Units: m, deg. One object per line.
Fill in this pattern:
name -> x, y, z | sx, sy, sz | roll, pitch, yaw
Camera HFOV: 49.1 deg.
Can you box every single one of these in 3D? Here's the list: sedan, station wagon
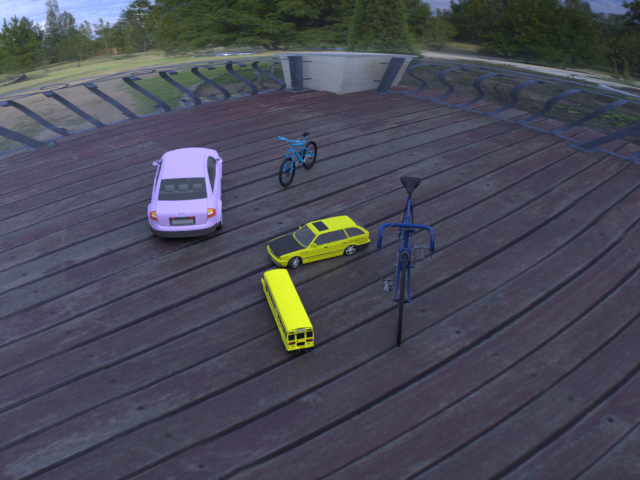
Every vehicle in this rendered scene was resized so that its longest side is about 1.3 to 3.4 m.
sedan -> -2.310, -1.027, 12.202 | 1.235, 0.940, 3.137 | -3, 30, -6
station wagon -> -0.029, -0.007, 10.883 | 1.597, 0.473, 0.682 | -13, 32, -21

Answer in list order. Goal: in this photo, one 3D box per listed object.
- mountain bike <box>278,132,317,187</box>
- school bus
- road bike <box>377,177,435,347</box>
mountain bike -> -0.407, -1.597, 13.274 | 0.573, 0.868, 1.469 | 14, 32, 23
school bus -> -0.468, 0.868, 9.386 | 0.365, 0.434, 1.708 | -8, 31, -14
road bike -> 1.164, 0.100, 9.501 | 0.696, 1.656, 3.004 | 4, 30, 7
